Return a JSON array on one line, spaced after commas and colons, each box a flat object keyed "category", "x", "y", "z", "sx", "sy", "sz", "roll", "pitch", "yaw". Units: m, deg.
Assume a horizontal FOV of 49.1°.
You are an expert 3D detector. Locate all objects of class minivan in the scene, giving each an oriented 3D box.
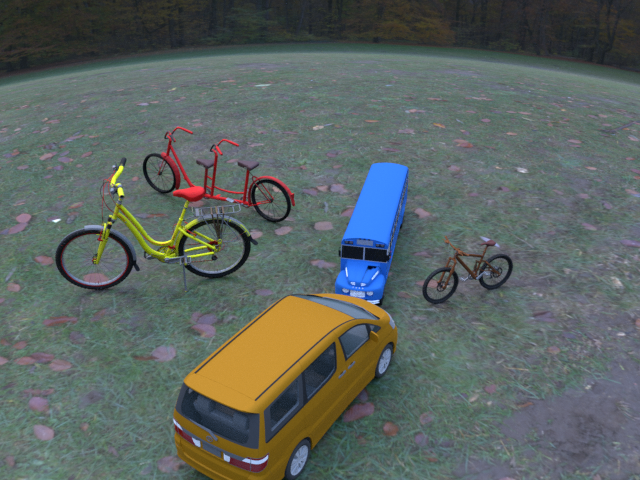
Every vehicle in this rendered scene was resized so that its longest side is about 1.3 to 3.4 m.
[{"category": "minivan", "x": -0.224, "y": 1.347, "z": 7.607, "sx": 1.324, "sy": 1.197, "sz": 3.011, "roll": 17, "pitch": 33, "yaw": 28}]

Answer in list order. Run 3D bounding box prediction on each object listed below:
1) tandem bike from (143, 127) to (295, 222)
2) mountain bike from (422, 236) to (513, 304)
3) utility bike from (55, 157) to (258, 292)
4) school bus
[{"category": "tandem bike", "x": -1.822, "y": -1.151, "z": 11.977, "sx": 3.192, "sy": 1.326, "sz": 0.550, "roll": 15, "pitch": 32, "yaw": 24}, {"category": "mountain bike", "x": 2.064, "y": 0.399, "z": 9.655, "sx": 1.469, "sy": 0.868, "sz": 0.573, "roll": -12, "pitch": 31, "yaw": -20}, {"category": "utility bike", "x": -2.238, "y": -0.110, "z": 9.571, "sx": 2.791, "sy": 1.839, "sz": 1.039, "roll": -6, "pitch": 30, "yaw": -10}, {"category": "school bus", "x": 0.845, "y": -0.174, "z": 10.713, "sx": 0.709, "sy": 0.844, "sz": 3.322, "roll": 6, "pitch": 30, "yaw": 11}]
